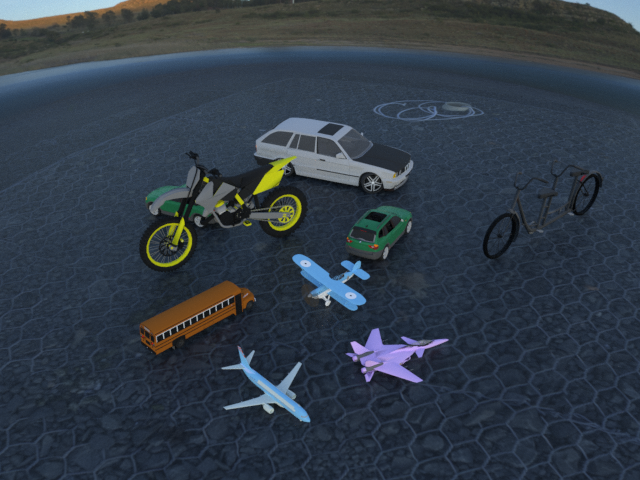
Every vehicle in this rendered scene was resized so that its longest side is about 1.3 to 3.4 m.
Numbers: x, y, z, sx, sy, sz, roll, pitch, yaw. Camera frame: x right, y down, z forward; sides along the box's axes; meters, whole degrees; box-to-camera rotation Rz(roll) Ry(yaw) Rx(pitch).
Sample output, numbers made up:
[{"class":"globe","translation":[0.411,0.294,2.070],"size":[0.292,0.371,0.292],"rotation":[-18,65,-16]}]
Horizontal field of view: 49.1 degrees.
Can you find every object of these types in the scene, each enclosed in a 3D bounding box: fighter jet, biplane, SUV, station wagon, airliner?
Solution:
[{"class":"fighter jet","translation":[1.065,1.365,8.888],"size":[1.358,0.286,1.147],"rotation":[-12,32,-21]},{"class":"biplane","translation":[0.228,0.611,9.988],"size":[1.336,0.504,1.090],"rotation":[26,39,37]},{"class":"SUV","translation":[0.977,-0.211,11.353],"size":[0.656,0.580,1.572],"rotation":[15,33,24]},{"class":"station wagon","translation":[0.274,-1.731,13.671],"size":[3.105,0.920,1.327],"rotation":[13,32,21]},{"class":"airliner","translation":[-0.562,1.689,8.175],"size":[1.161,0.429,1.307],"rotation":[-25,38,-37]},{"class":"SUV","translation":[-2.313,-0.693,12.196],"size":[1.572,0.580,0.656],"rotation":[14,33,23]}]

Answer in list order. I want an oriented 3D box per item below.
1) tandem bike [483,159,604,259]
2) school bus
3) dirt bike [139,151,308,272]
[{"class":"tandem bike","translation":[3.735,-0.667,11.400],"size":[3.192,1.326,0.550],"rotation":[-22,36,-33]},{"class":"school bus","translation":[-1.595,0.984,9.405],"size":[0.365,0.434,1.708],"rotation":[26,39,37]},{"class":"dirt bike","translation":[-1.428,-0.516,10.790],"size":[2.903,1.666,1.024],"rotation":[-18,34,-28]}]
